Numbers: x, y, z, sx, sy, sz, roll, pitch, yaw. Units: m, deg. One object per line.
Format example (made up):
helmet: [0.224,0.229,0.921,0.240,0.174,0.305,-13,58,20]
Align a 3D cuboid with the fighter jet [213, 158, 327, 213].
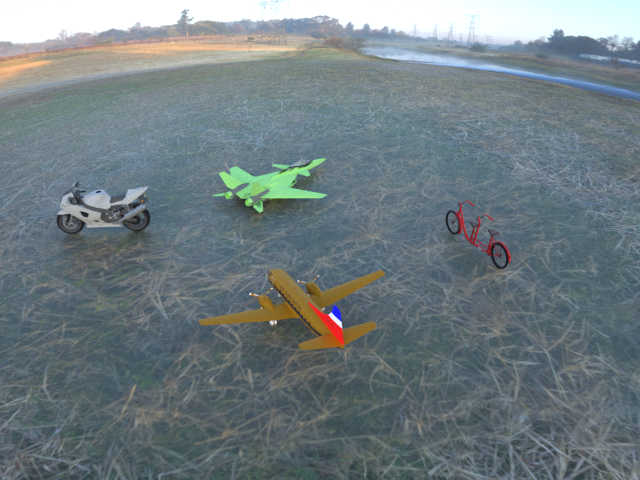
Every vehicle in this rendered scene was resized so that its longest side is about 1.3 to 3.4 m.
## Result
fighter jet: [-0.681,-1.284,13.048,2.229,0.557,2.640,20,34,32]

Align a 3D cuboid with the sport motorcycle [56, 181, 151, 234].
sport motorcycle: [-3.497,-0.499,11.292,1.520,0.821,0.506,-3,28,-6]

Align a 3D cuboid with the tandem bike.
tandem bike: [2.411,-0.139,10.764,0.283,0.682,1.642,-12,30,-22]

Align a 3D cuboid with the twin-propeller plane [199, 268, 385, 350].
twin-propeller plane: [-0.212,0.757,8.964,2.663,0.792,2.129,-14,31,-24]
